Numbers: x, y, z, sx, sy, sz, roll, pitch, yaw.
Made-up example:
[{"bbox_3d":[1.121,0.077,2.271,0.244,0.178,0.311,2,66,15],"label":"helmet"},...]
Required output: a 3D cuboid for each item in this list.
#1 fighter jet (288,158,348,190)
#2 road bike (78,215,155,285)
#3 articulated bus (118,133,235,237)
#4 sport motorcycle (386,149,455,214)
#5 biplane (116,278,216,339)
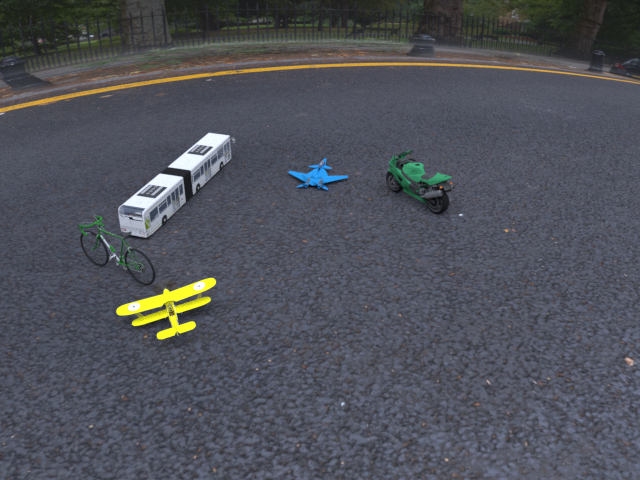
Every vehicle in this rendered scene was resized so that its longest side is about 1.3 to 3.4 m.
[{"bbox_3d":[-0.014,-1.366,13.383,1.147,0.286,1.358,6,31,9],"label":"fighter jet"},{"bbox_3d":[-3.009,0.150,10.290,1.545,0.852,0.358,18,35,28],"label":"road bike"},{"bbox_3d":[-2.496,-1.076,12.629,0.605,0.561,3.401,9,32,15],"label":"articulated bus"},{"bbox_3d":[1.712,-1.034,12.305,0.506,0.821,1.520,-22,37,-33],"label":"sport motorcycle"},{"bbox_3d":[-1.991,0.955,9.280,1.336,0.504,1.090,-10,32,-16],"label":"biplane"}]
